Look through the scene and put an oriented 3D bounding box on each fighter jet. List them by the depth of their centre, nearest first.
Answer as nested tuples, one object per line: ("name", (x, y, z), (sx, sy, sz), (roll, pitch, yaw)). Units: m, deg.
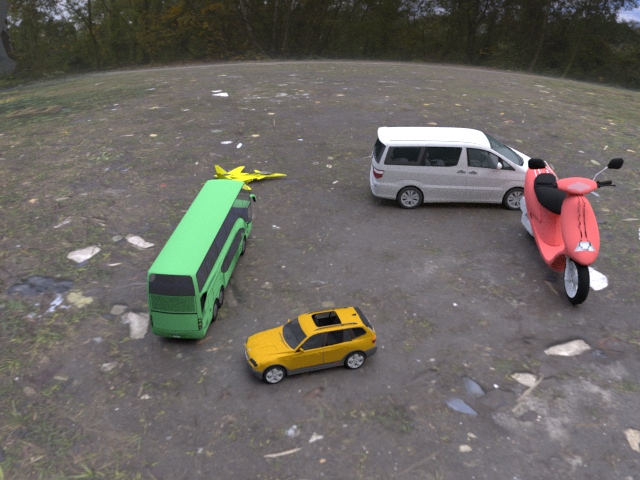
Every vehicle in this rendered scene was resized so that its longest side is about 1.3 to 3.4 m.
("fighter jet", (-1.300, -1.247, 13.168), (1.358, 0.286, 1.147), (-5, 28, -10))

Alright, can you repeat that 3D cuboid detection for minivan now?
("minivan", (2.402, -1.306, 12.300), (3.011, 1.197, 1.324), (1, 28, 1))

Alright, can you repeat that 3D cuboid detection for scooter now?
("scooter", (3.421, -0.444, 10.022), (1.288, 1.786, 2.721), (0, 28, -1))

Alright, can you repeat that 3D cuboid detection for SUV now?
("SUV", (-0.107, 1.184, 8.217), (1.572, 0.580, 0.656), (-8, 29, -14))

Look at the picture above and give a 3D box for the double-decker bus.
("double-decker bus", (-1.567, 0.112, 9.754), (0.756, 1.052, 3.251), (3, 28, 6))
